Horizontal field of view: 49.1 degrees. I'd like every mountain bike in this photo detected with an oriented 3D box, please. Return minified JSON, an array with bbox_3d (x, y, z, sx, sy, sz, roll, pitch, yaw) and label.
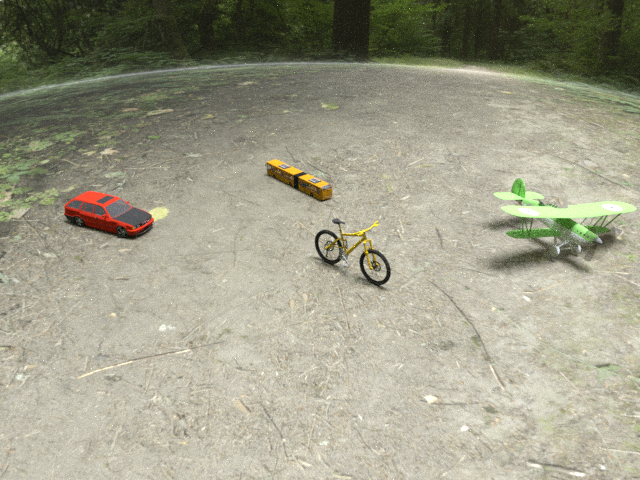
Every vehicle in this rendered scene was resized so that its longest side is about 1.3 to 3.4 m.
[{"bbox_3d":[0.465,0.117,10.410,1.469,0.868,0.573,24,36,37],"label":"mountain bike"}]

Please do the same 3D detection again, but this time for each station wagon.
[{"bbox_3d":[-3.605,-0.474,11.950,1.597,0.473,0.682,13,31,23],"label":"station wagon"}]

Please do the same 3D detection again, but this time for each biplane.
[{"bbox_3d":[3.761,-0.375,11.220,2.598,0.981,2.120,-12,30,-21],"label":"biplane"}]

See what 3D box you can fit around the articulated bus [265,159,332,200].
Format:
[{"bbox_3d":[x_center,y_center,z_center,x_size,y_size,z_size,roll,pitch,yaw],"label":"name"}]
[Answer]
[{"bbox_3d":[-0.425,-1.172,13.468,0.311,0.289,1.749,-22,35,-35],"label":"articulated bus"}]
